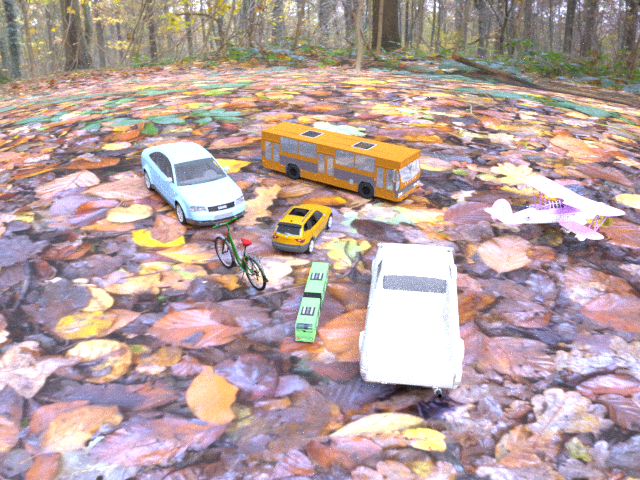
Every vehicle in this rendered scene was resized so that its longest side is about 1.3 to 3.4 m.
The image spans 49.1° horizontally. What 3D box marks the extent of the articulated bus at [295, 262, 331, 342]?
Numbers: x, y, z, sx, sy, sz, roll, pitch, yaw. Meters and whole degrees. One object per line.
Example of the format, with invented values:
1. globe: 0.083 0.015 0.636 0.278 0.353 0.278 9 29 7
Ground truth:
1. articulated bus: -0.094 0.829 9.762 0.311 0.289 1.749 3 27 6

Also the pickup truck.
1. pickup truck: 1.199 0.802 9.033 1.244 0.993 3.117 4 27 7

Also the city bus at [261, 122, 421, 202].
1. city bus: 0.349 -1.551 13.818 3.255 0.894 0.926 17 31 31

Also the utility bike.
1. utility bike: -1.232 0.184 10.314 0.535 0.946 1.435 -20 33 -34

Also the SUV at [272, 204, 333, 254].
1. SUV: -0.278 -0.287 11.657 0.656 0.580 1.572 9 28 17

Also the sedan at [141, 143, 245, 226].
1. sedan: -2.416 -1.188 13.047 1.235 0.940 3.137 -15 30 -26

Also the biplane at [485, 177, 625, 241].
1. biplane: 3.800 -0.466 11.566 2.120 0.981 2.598 -5 27 -10
